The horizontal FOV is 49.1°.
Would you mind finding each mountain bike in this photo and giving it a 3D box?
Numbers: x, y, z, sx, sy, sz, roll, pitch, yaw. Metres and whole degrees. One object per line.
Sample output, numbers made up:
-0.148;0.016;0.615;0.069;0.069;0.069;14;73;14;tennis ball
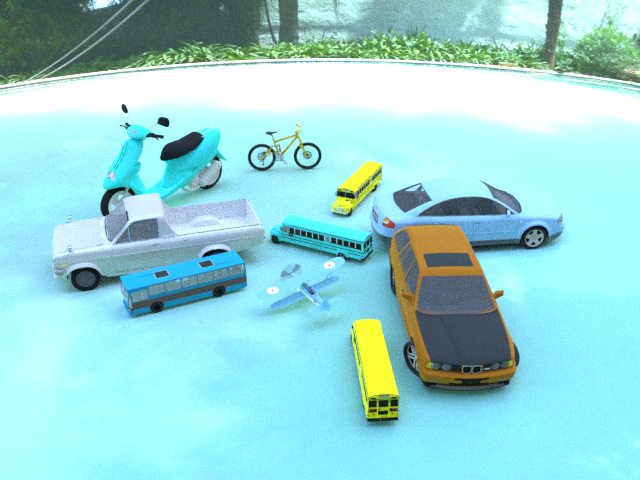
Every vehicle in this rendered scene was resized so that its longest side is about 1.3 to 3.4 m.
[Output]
-0.699;-1.793;13.843;1.469;0.868;0.573;-2;28;-5;mountain bike

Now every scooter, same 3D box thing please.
-2.714;-1.461;12.212;1.288;1.786;2.721;22;35;36;scooter

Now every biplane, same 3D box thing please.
-0.166;0.703;9.445;1.336;0.504;1.090;-15;31;-27;biplane

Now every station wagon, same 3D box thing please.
1.628;0.681;9.037;1.327;0.920;3.105;-1;28;-2;station wagon

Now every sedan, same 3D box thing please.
2.377;-0.468;11.222;3.137;0.940;1.235;-3;28;-7;sedan

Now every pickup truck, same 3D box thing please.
-2.425;-0.118;10.491;3.117;0.993;1.244;-8;29;-15;pickup truck

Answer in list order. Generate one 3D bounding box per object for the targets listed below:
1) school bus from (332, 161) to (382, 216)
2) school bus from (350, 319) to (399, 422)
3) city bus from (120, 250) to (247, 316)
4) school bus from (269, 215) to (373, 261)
0.680;-0.941;12.677;0.365;0.434;1.708;12;30;22;school bus
0.610;1.419;8.147;0.365;0.434;1.708;-2;28;-3;school bus
-1.869;0.601;9.689;1.674;0.460;0.476;-13;30;-24;city bus
-0.018;-0.049;10.965;1.708;0.434;0.365;14;30;24;school bus
